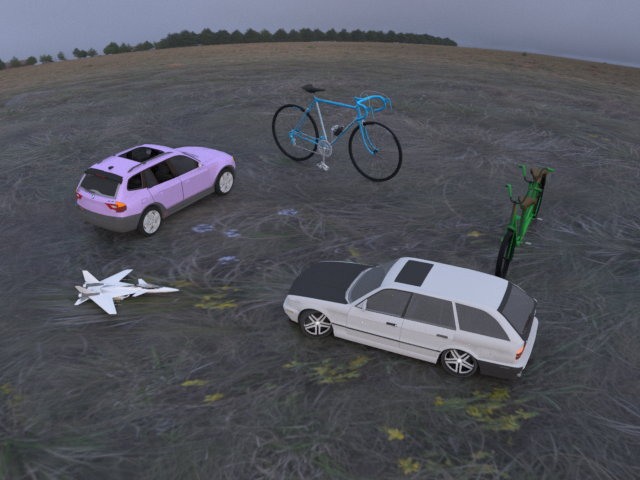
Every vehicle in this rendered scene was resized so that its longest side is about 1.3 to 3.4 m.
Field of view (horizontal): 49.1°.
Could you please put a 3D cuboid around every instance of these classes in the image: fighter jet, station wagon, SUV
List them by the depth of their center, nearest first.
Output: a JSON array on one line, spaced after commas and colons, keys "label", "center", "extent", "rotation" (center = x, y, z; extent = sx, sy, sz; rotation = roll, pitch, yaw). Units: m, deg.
[{"label": "station wagon", "center": [1.072, 0.773, 8.653], "extent": [3.105, 0.920, 1.327], "rotation": [12, 30, 21]}, {"label": "fighter jet", "center": [-2.622, 0.632, 9.598], "extent": [1.358, 0.286, 1.147], "rotation": [-1, 28, -2]}, {"label": "SUV", "center": [-2.709, -1.070, 11.912], "extent": [1.276, 1.128, 3.058], "rotation": [16, 32, 28]}]

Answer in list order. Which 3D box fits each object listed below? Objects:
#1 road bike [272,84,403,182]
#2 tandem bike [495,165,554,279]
[{"label": "road bike", "center": [0.258, -2.094, 13.283], "extent": [3.004, 1.656, 0.697], "rotation": [18, 33, 31]}, {"label": "tandem bike", "center": [3.115, -0.489, 10.605], "extent": [0.550, 1.326, 3.192], "rotation": [13, 31, 23]}]
